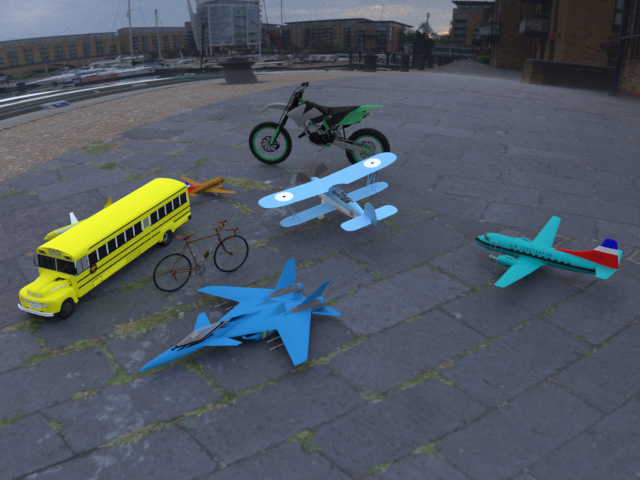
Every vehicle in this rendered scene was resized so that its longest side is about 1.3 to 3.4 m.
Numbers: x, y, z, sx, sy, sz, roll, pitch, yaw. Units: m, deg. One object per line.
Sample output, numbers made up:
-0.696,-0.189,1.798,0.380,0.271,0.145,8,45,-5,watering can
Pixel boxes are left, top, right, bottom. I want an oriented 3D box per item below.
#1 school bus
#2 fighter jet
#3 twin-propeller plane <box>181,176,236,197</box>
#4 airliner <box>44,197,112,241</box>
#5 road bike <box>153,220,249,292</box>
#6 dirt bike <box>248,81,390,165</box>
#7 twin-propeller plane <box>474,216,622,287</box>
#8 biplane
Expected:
-3.108,0.036,10.404,0.709,0.844,3.322,11,29,20,school bus
-1.087,0.994,8.826,2.640,0.557,2.229,-20,33,-35,fighter jet
-2.148,-1.028,12.994,1.370,0.407,1.095,17,32,31,twin-propeller plane
-3.975,-0.329,11.586,1.161,0.429,1.307,23,35,38,airliner
-1.690,0.219,10.034,1.545,0.852,0.358,-19,32,-32,road bike
-0.035,-2.211,13.940,2.903,1.666,1.024,5,27,9,dirt bike
3.289,0.121,10.295,2.129,0.792,2.663,17,31,29,twin-propeller plane
0.320,-0.646,11.602,2.598,0.981,2.120,-14,30,-26,biplane
